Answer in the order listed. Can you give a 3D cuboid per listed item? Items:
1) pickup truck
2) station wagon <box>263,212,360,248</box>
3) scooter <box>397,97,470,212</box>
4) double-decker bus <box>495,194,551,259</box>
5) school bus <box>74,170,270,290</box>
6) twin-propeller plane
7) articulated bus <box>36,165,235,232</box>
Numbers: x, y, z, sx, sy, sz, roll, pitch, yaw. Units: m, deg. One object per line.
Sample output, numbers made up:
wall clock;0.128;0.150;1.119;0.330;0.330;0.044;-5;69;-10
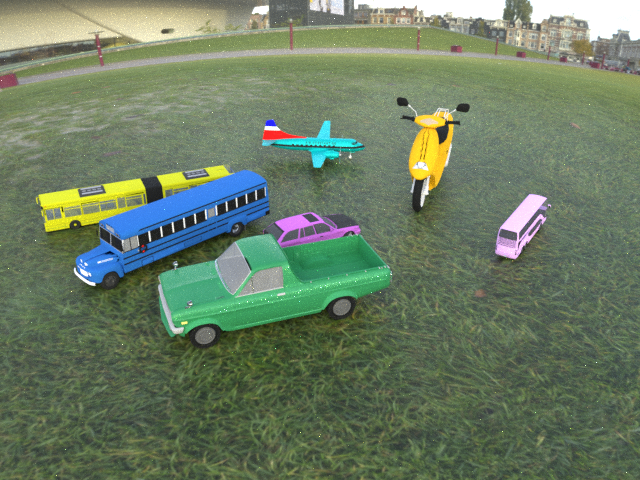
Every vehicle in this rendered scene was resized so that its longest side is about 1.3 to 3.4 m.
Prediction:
pickup truck;-0.622;0.511;9.524;3.117;0.993;1.244;-10;30;-18
station wagon;-0.120;-0.160;11.279;1.597;0.473;0.682;-15;32;-25
scooter;2.062;-1.793;12.879;1.288;1.786;2.721;9;30;16
double-decker bus;3.312;-0.253;11.378;0.389;0.541;1.672;17;33;28
school bus;-2.265;-0.225;11.012;3.322;0.844;0.709;-25;38;-38
twin-propeller plane;-0.129;-2.070;14.412;2.129;0.792;2.663;2;29;4
articulated bus;-3.128;-0.759;12.273;3.401;0.561;0.605;-12;31;-20
